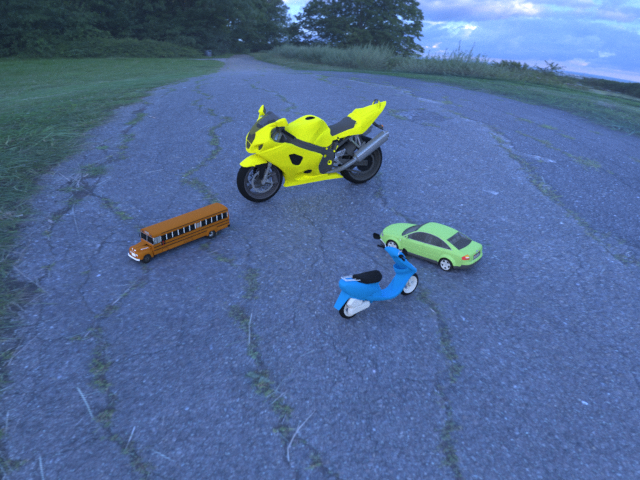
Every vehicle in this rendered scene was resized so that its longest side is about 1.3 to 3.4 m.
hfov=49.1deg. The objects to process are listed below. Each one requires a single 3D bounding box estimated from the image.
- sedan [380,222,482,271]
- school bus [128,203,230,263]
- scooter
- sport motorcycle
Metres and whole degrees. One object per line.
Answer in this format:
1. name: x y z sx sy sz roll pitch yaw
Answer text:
1. sedan: 1.643 0.009 10.493 1.613 0.483 0.635 20 32 34
2. school bus: -2.170 -0.123 10.814 0.365 0.434 1.708 24 35 39
3. scooter: 0.769 0.467 9.075 1.399 0.919 0.662 -18 31 -32
4. sport motorcycle: -0.114 -1.614 12.519 2.955 1.596 0.983 -13 29 -24
